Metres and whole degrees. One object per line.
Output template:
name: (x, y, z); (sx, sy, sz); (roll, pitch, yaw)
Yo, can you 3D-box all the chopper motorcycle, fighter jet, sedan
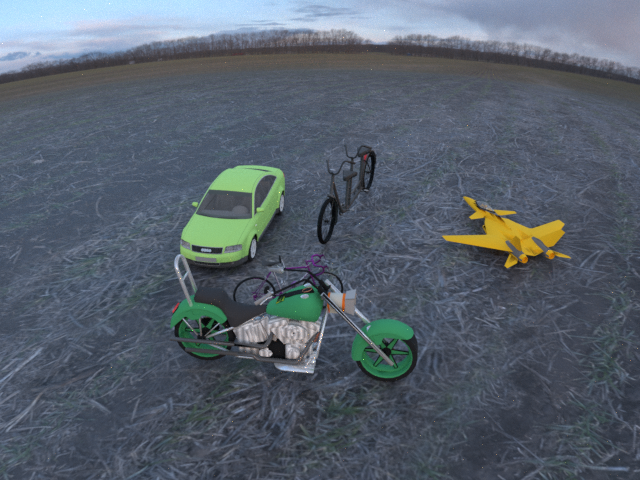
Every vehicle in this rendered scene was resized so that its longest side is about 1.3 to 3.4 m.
chopper motorcycle: (-0.334, 0.938, 8.407); (3.040, 1.480, 0.906); (4, 28, 7)
fighter jet: (3.068, -0.383, 11.972); (2.229, 0.557, 2.640); (-8, 28, -14)
sedan: (-1.428, -0.567, 11.912); (1.235, 0.940, 3.137); (5, 28, 10)

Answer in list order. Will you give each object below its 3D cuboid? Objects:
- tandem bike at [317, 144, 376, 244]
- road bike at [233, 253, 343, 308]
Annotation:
tandem bike: (0.534, -1.064, 12.455); (0.550, 1.326, 3.192); (10, 29, 18)
road bike: (-0.436, 0.623, 9.702); (1.545, 0.852, 0.358); (-4, 28, -7)
